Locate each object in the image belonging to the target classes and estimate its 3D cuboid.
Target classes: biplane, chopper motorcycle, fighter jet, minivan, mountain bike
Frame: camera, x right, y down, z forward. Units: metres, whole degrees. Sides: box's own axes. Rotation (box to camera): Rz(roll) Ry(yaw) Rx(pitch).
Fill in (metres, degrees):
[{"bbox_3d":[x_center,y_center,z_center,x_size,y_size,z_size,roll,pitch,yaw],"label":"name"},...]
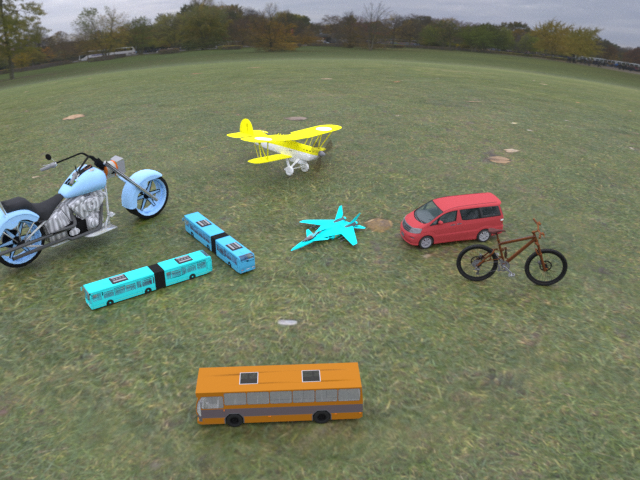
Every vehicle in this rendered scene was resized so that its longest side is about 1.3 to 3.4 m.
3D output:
[{"bbox_3d":[-0.716,-1.812,13.174,2.120,0.981,2.598,20,34,33],"label":"biplane"},{"bbox_3d":[-3.544,-0.646,10.385,0.906,1.480,3.040,21,34,34],"label":"chopper motorcycle"},{"bbox_3d":[0.041,-0.146,10.717,1.147,0.286,1.358,24,36,38],"label":"fighter jet"},{"bbox_3d":[2.004,-0.318,10.692,1.548,0.616,0.681,-6,28,-12],"label":"minivan"},{"bbox_3d":[2.592,0.204,9.411,1.469,0.868,0.573,4,28,7],"label":"mountain bike"}]

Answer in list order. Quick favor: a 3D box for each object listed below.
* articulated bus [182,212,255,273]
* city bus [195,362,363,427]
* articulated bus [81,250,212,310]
[{"bbox_3d":[-1.520,0.017,10.400,0.311,0.289,1.749,-18,33,-31],"label":"articulated bus"},{"bbox_3d":[-0.412,1.589,7.186,1.674,0.460,0.476,-1,27,-3],"label":"city bus"},{"bbox_3d":[-2.296,0.519,9.433,1.749,0.289,0.311,-18,32,-30],"label":"articulated bus"}]
